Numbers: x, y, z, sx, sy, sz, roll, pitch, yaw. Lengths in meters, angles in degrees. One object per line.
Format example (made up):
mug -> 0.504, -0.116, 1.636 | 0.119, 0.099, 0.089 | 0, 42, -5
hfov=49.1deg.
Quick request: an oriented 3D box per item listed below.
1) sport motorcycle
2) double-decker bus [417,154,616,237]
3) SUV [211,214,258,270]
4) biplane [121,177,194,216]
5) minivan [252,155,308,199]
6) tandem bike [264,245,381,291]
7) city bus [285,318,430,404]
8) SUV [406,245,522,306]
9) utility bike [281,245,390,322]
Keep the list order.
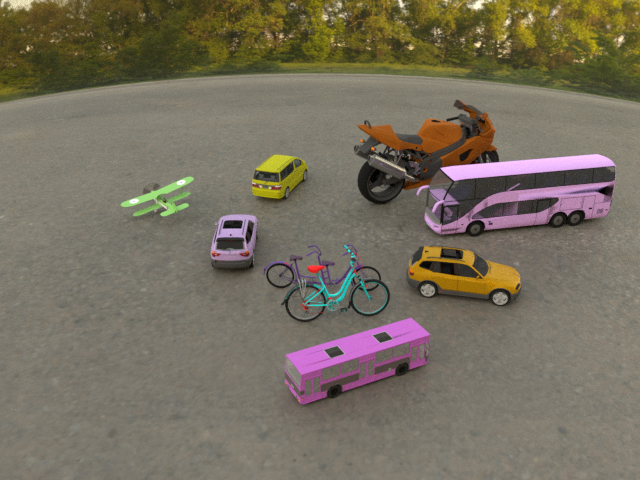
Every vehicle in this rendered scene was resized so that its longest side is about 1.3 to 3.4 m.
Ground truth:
sport motorcycle -> 1.990, -1.553, 12.578 | 2.955, 1.596, 0.983 | -10, 28, -20
double-decker bus -> 3.259, -0.747, 11.567 | 3.251, 1.052, 0.756 | -6, 27, -12
SUV -> -1.300, -0.069, 10.731 | 0.656, 0.580, 1.572 | 0, 26, -1
biplane -> -2.689, -0.644, 11.975 | 1.336, 0.504, 1.090 | -17, 31, -31
minivan -> -0.721, -1.259, 13.087 | 0.681, 0.616, 1.548 | 9, 28, 17
tandem bike -> 0.028, 0.392, 9.688 | 1.642, 0.682, 0.283 | 2, 26, 4
city bus -> 0.443, 1.376, 7.956 | 1.674, 0.460, 0.476 | -13, 29, -24
SUV -> 1.987, 0.453, 9.679 | 1.572, 0.580, 0.656 | 6, 27, 12
utility bike -> 0.198, 0.577, 9.020 | 1.435, 0.946, 0.535 | -4, 27, -8
